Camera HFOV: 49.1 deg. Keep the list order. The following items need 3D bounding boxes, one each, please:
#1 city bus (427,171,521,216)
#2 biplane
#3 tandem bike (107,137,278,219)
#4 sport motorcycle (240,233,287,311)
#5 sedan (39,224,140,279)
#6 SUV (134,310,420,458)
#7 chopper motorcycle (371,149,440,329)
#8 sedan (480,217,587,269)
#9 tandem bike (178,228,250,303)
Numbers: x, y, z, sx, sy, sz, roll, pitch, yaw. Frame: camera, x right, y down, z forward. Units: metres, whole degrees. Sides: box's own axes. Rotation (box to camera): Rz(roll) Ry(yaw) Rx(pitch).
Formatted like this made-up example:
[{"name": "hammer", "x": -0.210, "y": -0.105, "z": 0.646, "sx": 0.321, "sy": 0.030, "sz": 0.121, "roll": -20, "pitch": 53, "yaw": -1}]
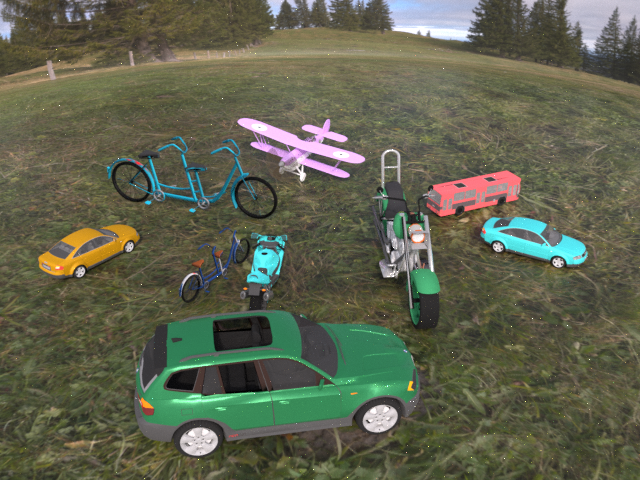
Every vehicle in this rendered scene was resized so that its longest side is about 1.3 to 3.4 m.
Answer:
[{"name": "city bus", "x": 2.700, "y": -0.801, "z": 12.256, "sx": 1.674, "sy": 0.460, "sz": 0.476, "roll": -12, "pitch": 31, "yaw": -21}, {"name": "biplane", "x": -0.238, "y": -1.762, "z": 13.472, "sx": 2.598, "sy": 0.981, "sz": 2.120, "roll": 13, "pitch": 31, "yaw": 22}, {"name": "tandem bike", "x": -2.232, "y": -1.110, "z": 11.918, "sx": 3.192, "sy": 1.326, "sz": 0.550, "roll": 8, "pitch": 30, "yaw": 15}, {"name": "sport motorcycle", "x": -0.752, "y": 0.465, "z": 9.563, "sx": 0.506, "sy": 0.821, "sz": 1.520, "roll": 3, "pitch": 29, "yaw": 6}, {"name": "sedan", "x": -3.467, "y": 0.088, "z": 10.605, "sx": 0.635, "sy": 0.483, "sz": 1.613, "roll": 19, "pitch": 34, "yaw": 31}, {"name": "SUV", "x": -0.450, "y": 1.393, "z": 7.543, "sx": 3.058, "sy": 1.128, "sz": 1.276, "roll": -5, "pitch": 29, "yaw": -9}, {"name": "chopper motorcycle", "x": 1.217, "y": -0.092, "z": 9.895, "sx": 0.906, "sy": 1.480, "sz": 3.040, "roll": -3, "pitch": 29, "yaw": -5}, {"name": "sedan", "x": 3.299, "y": -0.021, "z": 10.804, "sx": 1.613, "sy": 0.483, "sz": 0.635, "roll": 16, "pitch": 33, "yaw": 27}, {"name": "tandem bike", "x": -1.489, "y": 0.302, "z": 10.006, "sx": 0.283, "sy": 0.682, "sz": 1.642, "roll": 15, "pitch": 32, "yaw": 26}]
